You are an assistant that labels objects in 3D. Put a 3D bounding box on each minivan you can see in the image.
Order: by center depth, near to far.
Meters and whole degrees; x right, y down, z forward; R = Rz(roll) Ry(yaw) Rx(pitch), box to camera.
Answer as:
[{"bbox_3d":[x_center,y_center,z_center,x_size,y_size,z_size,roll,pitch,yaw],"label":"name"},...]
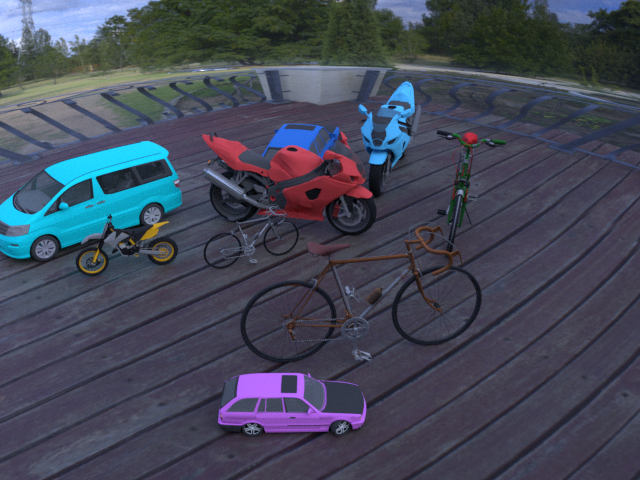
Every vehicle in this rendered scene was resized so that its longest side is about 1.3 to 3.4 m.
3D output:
[{"bbox_3d":[-3.819,-0.695,11.484,3.011,1.197,1.324,-21,34,-35],"label":"minivan"}]

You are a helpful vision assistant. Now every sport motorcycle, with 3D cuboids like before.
[{"bbox_3d":[-0.510,-0.936,11.515,2.955,1.596,0.983,7,28,13],"label":"sport motorcycle"},{"bbox_3d":[1.384,-2.022,13.588,0.983,1.596,2.955,8,29,15],"label":"sport motorcycle"}]

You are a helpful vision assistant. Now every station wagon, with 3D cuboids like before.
[{"bbox_3d":[-0.294,1.745,7.605,1.597,0.473,0.682,0,28,-1],"label":"station wagon"},{"bbox_3d":[-0.369,-1.840,13.968,1.327,0.920,3.105,6,28,11],"label":"station wagon"}]

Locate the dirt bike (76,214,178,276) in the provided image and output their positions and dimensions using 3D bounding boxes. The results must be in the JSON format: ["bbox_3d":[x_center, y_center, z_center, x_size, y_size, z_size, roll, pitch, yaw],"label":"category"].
[{"bbox_3d":[-2.871,0.076,10.378,1.493,0.857,0.527,-9,29,-17],"label":"dirt bike"}]

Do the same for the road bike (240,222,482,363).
[{"bbox_3d":[0.538,0.680,8.365,3.004,1.656,0.697,-5,28,-10],"label":"road bike"}]

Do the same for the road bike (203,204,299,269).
[{"bbox_3d":[-1.030,-0.046,10.618,1.545,0.852,0.358,-13,30,-23],"label":"road bike"}]

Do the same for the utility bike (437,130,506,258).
[{"bbox_3d":[2.372,-0.959,11.296,1.039,1.839,2.791,7,28,12],"label":"utility bike"}]
